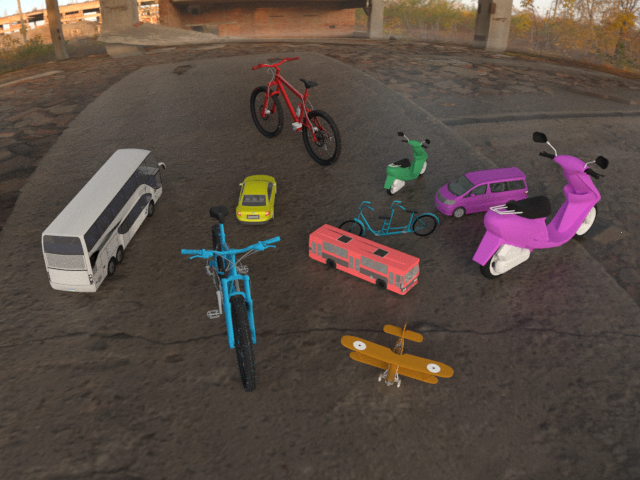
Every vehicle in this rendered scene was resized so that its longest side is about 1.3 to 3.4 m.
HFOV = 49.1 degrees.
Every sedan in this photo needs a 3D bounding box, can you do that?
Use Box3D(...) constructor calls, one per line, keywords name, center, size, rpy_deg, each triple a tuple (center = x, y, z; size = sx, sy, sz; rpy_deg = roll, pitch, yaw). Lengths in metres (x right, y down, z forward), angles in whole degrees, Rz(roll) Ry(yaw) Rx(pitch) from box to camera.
Box3D(name="sedan", center=(-1.075, -0.771, 11.965), size=(0.635, 0.483, 1.613), rpy_deg=(0, 31, 0))

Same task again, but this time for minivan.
Box3D(name="minivan", center=(2.742, -0.828, 11.932), size=(1.548, 0.616, 0.681), rpy_deg=(-7, 32, -12))

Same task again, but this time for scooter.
Box3D(name="scooter", center=(1.578, -1.395, 12.577), size=(0.662, 0.919, 1.399), rpy_deg=(21, 37, 31))
Box3D(name="scooter", center=(3.310, -0.499, 10.257), size=(2.721, 1.786, 1.288), rpy_deg=(-21, 37, -30))

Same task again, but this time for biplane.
Box3D(name="biplane", center=(0.937, 1.393, 8.365), size=(1.336, 0.504, 1.090), rpy_deg=(8, 32, 14))

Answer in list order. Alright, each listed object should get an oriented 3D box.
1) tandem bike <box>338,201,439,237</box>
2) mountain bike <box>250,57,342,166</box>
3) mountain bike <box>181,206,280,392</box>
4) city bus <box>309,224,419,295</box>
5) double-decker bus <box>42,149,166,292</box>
Box3D(name="tandem bike", center=(1.088, -0.304, 11.001), size=(1.642, 0.682, 0.283), rpy_deg=(-4, 31, -7))
Box3D(name="mountain bike", center=(-0.536, -2.548, 13.741), size=(1.114, 1.688, 2.857), rpy_deg=(-23, 38, -33))
Box3D(name="mountain bike", center=(-1.122, 0.512, 8.679), size=(1.114, 1.688, 2.857), rpy_deg=(-8, 32, -13))
Box3D(name="city bus", center=(0.621, 0.284, 10.243), size=(1.674, 0.460, 0.476), rpy_deg=(21, 37, 31))
Box3D(name="double-decker bus", center=(-3.249, -0.439, 10.867), size=(0.756, 1.052, 3.251), rpy_deg=(3, 31, 6))
